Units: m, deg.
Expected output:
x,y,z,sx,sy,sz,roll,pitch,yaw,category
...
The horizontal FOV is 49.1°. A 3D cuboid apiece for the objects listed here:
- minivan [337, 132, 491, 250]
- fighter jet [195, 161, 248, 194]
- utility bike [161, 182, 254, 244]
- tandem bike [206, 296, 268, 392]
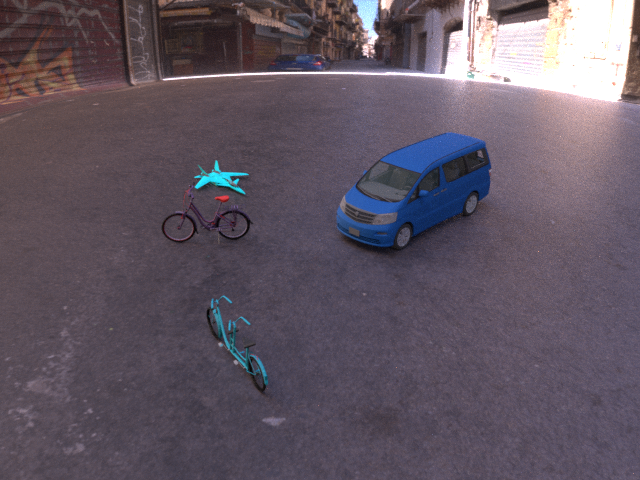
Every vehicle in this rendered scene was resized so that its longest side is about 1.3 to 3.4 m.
x,y,z,sx,sy,sz,roll,pitch,yaw,category
1.596,-0.872,11.597,3.011,1.197,1.324,-24,35,-39,minivan
-1.788,-1.150,13.193,1.147,0.286,1.358,-20,32,-34,fighter jet
-1.759,-0.377,10.875,1.435,0.946,0.535,-3,26,-7,utility bike
-0.995,1.131,8.111,0.283,0.682,1.642,-15,30,-27,tandem bike
